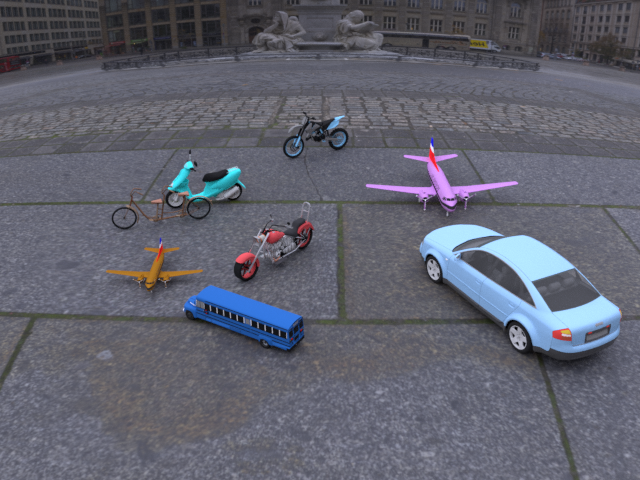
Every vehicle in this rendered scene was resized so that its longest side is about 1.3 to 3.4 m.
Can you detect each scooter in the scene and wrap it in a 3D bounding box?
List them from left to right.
[{"bbox_3d":[-1.988,-1.043,12.056,1.399,0.919,0.662,-9,30,-16],"label":"scooter"}]

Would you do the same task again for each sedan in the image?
[{"bbox_3d":[2.521,0.452,9.289,1.235,0.940,3.137,-14,31,-24],"label":"sedan"}]

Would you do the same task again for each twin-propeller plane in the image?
[{"bbox_3d":[-2.348,0.367,10.002,1.370,0.407,1.095,0,29,0],"label":"twin-propeller plane"},{"bbox_3d":[2.115,-1.112,12.316,2.663,0.792,2.129,-1,29,-2],"label":"twin-propeller plane"}]

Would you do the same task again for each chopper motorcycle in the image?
[{"bbox_3d":[-0.660,0.011,10.286,0.466,0.761,1.563,23,36,36],"label":"chopper motorcycle"}]

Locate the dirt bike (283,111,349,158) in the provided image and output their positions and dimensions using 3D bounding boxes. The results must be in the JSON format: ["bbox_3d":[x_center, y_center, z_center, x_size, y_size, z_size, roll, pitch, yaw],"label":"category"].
[{"bbox_3d":[-0.072,-2.143,14.139,1.493,0.857,0.527,-14,32,-24],"label":"dirt bike"}]

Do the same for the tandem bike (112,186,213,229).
[{"bbox_3d":[-2.573,-0.565,11.427,1.642,0.682,0.283,-9,30,-16],"label":"tandem bike"}]

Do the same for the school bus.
[{"bbox_3d":[-1.011,0.960,8.885,1.708,0.434,0.365,16,32,26],"label":"school bus"}]
